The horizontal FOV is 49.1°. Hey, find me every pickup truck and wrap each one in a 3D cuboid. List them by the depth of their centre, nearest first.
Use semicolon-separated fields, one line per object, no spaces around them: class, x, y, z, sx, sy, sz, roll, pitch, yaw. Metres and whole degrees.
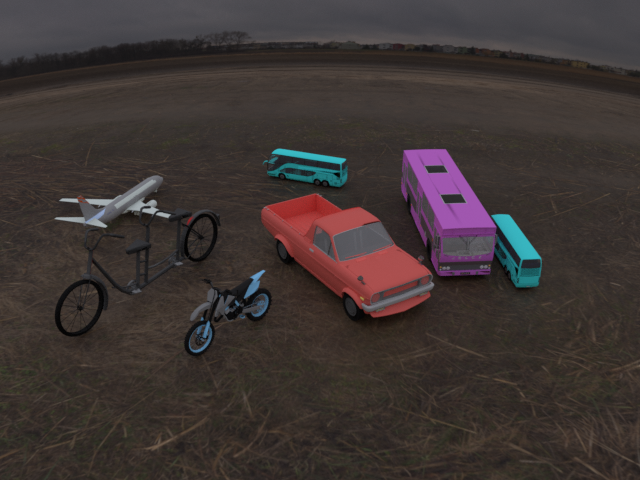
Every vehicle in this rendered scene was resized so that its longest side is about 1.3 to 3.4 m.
pickup truck;0.305;0.057;10.388;1.244;0.993;3.117;-16;32;-28

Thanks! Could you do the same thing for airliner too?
airliner;-3.437;-0.836;12.258;2.257;0.835;2.541;9;29;17

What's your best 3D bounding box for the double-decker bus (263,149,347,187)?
double-decker bus;-0.284;-1.415;13.676;1.672;0.541;0.389;11;30;20

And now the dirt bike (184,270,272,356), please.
dirt bike;-1.157;0.878;8.971;0.527;0.857;1.493;22;35;35

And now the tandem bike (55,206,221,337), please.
tandem bike;-2.445;0.169;9.818;0.550;1.326;3.192;16;32;28

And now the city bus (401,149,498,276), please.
city bus;2.024;-0.522;11.597;0.926;0.894;3.255;-2;28;-4

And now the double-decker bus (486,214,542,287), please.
double-decker bus;2.938;0.122;10.750;0.389;0.541;1.672;-2;28;-4
